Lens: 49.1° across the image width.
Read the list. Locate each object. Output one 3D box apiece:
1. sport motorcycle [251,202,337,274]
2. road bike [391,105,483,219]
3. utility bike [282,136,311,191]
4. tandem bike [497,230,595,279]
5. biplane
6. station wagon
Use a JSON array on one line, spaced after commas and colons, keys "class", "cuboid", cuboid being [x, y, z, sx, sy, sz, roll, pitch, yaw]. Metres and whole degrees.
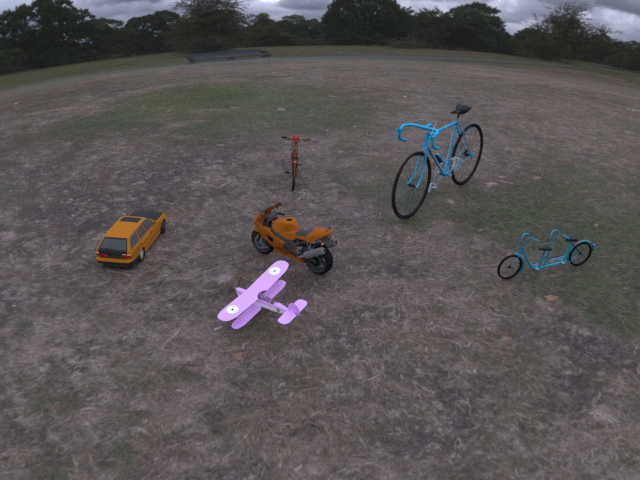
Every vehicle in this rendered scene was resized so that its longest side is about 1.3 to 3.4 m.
[{"class": "sport motorcycle", "cuboid": [-0.425, -0.018, 10.335, 1.520, 0.821, 0.506, 18, 33, 30]}, {"class": "road bike", "cuboid": [2.120, -1.457, 12.152, 0.697, 1.656, 3.004, 21, 35, 34]}, {"class": "utility bike", "cuboid": [-0.434, -1.549, 13.081, 0.535, 0.946, 1.435, -1, 28, -1]}, {"class": "tandem bike", "cuboid": [3.301, 0.172, 10.125, 1.642, 0.682, 0.283, -9, 29, -17]}, {"class": "biplane", "cuboid": [-0.718, 0.815, 9.107, 1.090, 0.504, 1.336, 18, 33, 30]}, {"class": "station wagon", "cuboid": [-2.908, -0.126, 10.907, 0.682, 0.473, 1.597, 4, 28, 8]}]
